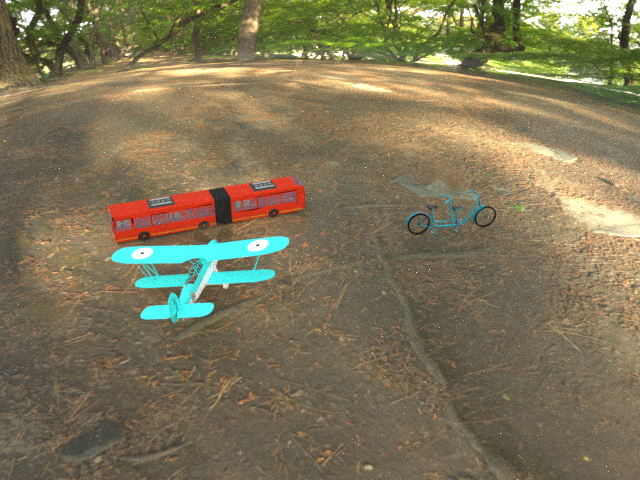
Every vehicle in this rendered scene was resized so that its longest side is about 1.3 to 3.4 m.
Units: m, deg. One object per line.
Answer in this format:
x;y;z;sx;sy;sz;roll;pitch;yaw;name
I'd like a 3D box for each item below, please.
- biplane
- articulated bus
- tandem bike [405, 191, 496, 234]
-1.759;0.527;9.751;2.598;0.981;2.120;4;29;7;biplane
-1.926;-0.554;12.149;3.401;0.561;0.605;-11;31;-19;articulated bus
2.235;-0.458;11.849;1.642;0.682;0.283;-6;29;-11;tandem bike
